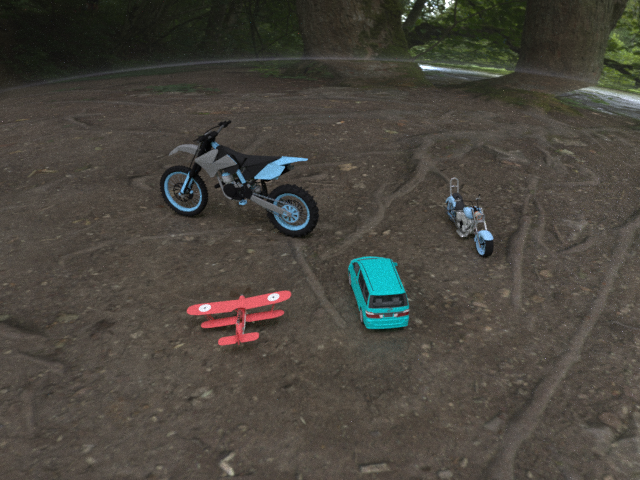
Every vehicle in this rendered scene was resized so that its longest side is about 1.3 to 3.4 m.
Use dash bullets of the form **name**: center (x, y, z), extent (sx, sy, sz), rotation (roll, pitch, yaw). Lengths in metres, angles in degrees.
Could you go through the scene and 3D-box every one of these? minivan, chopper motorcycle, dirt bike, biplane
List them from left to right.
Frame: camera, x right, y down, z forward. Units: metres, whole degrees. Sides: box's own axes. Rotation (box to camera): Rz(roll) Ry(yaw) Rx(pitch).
- **dirt bike**: center (-1.377, -0.966, 11.306), extent (2.903, 1.666, 1.024), rotation (11, 30, 19)
- **biplane**: center (-1.026, 1.001, 8.852), extent (1.336, 0.504, 1.090), rotation (-1, 28, -2)
- **minivan**: center (0.772, 0.598, 9.490), extent (0.681, 0.616, 1.548), rotation (-3, 28, -6)
- **chopper motorcycle**: center (2.383, -0.374, 11.159), extent (0.466, 0.761, 1.563), rotation (-6, 29, -12)
